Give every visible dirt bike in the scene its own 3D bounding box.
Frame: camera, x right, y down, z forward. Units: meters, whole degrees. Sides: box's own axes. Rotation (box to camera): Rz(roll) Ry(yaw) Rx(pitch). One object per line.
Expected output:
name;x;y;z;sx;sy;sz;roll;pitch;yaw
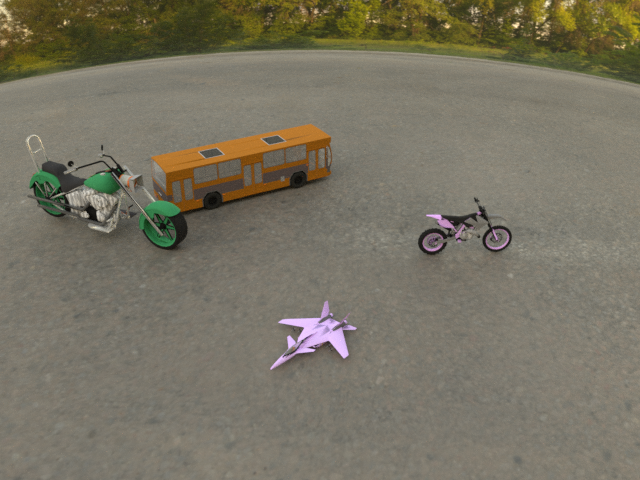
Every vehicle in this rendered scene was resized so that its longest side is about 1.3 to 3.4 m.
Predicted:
dirt bike;2.281;-0.168;10.916;1.493;0.857;0.527;-2;30;-3

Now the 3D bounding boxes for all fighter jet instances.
fighter jet;-0.169;1.261;9.034;1.147;0.286;1.358;23;38;34

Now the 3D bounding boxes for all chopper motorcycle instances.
chopper motorcycle;-3.521;-0.788;11.361;3.040;1.480;0.906;13;33;22

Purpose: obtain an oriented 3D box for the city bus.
city bus;-1.372;-1.302;12.822;3.255;0.894;0.926;-16;34;-25
